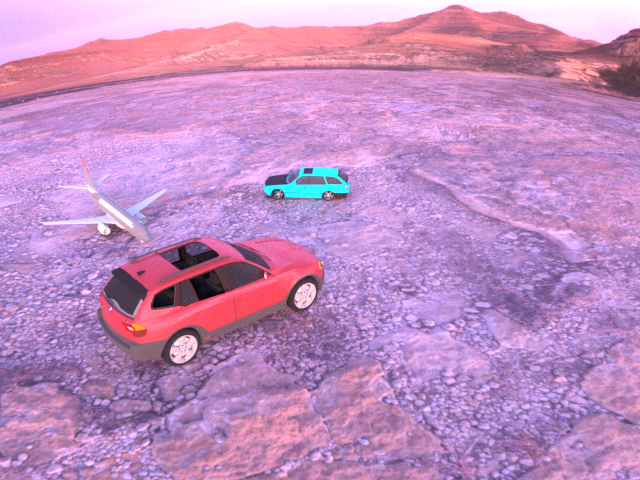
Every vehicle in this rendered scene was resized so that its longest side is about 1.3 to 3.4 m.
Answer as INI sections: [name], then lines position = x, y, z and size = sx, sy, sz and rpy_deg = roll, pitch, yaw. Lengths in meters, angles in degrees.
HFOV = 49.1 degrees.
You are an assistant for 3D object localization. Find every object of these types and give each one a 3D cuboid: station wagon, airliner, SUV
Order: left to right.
[airliner]
position = -3.491, -0.660, 11.832
size = 2.257, 0.835, 2.541
rpy_deg = -20, 33, -34
[SUV]
position = -1.342, 0.553, 9.138
size = 3.058, 1.128, 1.276
rpy_deg = -21, 34, -35
[station wagon]
position = -0.251, -1.073, 13.036
size = 1.597, 0.473, 0.682
rpy_deg = 1, 27, 3
